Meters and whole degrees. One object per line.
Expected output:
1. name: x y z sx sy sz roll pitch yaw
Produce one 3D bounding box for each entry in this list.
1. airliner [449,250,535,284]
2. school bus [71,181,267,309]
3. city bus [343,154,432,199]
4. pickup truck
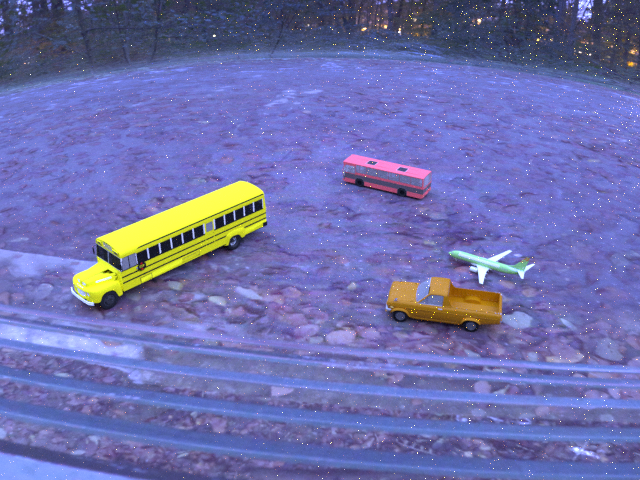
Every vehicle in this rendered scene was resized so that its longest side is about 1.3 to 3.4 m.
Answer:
1. airliner: 2.581 0.281 10.752 1.307 0.429 1.161 19 35 30
2. school bus: -2.262 0.010 10.810 0.709 0.844 3.322 25 38 37
3. city bus: 1.260 -1.196 13.314 1.674 0.460 0.476 16 33 25
4. pickup truck: 1.720 0.840 9.690 1.603 0.511 0.640 7 30 12
